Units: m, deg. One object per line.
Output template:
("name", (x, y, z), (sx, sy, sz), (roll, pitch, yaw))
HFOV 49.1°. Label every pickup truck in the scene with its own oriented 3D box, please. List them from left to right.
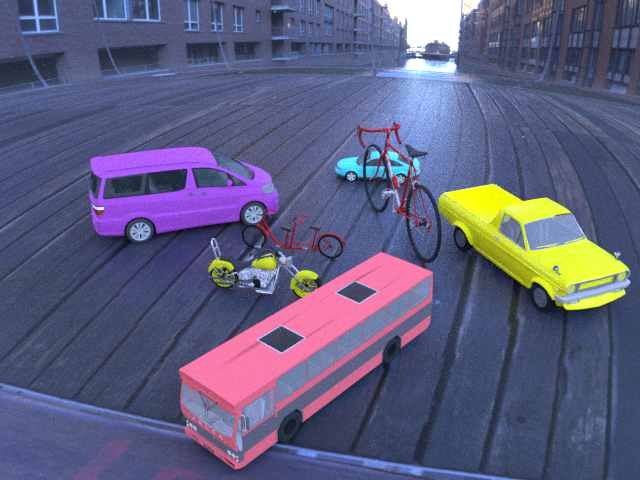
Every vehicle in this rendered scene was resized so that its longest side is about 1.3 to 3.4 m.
("pickup truck", (2.963, -0.080, 10.115), (1.244, 0.993, 3.117), (-11, 29, -20))

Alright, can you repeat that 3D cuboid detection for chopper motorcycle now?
("chopper motorcycle", (-0.760, 0.390, 9.449), (1.563, 0.761, 0.466), (5, 28, 10))

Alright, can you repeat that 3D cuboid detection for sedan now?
("sedan", (1.093, -1.417, 13.298), (1.613, 0.483, 0.635), (3, 27, 6))

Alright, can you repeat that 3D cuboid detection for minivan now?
("minivan", (-2.183, -0.845, 11.391), (3.011, 1.197, 1.324), (-9, 29, -18))

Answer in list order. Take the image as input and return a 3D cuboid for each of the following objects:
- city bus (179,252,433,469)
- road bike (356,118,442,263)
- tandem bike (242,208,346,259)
("city bus", (0.002, 1.199, 7.715), (0.926, 0.894, 3.255), (22, 34, 36))
("road bike", (1.223, -0.857, 10.910), (0.696, 1.656, 3.004), (-8, 28, -16))
("tandem bike", (-0.410, -0.097, 10.491), (1.642, 0.682, 0.283), (7, 28, 13))
